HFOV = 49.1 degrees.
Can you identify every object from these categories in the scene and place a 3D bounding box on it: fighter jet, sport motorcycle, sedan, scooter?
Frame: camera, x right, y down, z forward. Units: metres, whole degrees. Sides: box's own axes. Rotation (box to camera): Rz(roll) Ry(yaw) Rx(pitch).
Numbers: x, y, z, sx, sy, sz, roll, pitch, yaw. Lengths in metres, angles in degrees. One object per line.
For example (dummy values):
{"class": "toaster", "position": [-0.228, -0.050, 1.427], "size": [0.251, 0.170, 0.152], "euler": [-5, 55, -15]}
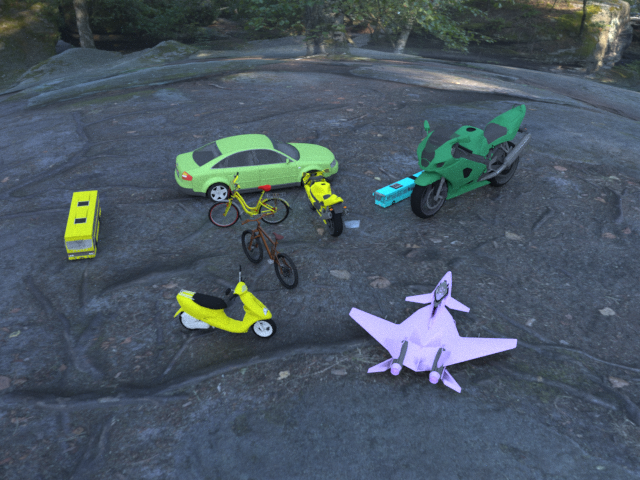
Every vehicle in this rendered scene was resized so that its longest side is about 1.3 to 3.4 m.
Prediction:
{"class": "fighter jet", "position": [1.544, 0.942, 9.435], "size": [2.229, 0.557, 2.640], "euler": [10, 31, 16]}
{"class": "sport motorcycle", "position": [0.065, -0.669, 12.011], "size": [0.506, 0.821, 1.520], "euler": [-11, 31, -18]}
{"class": "sedan", "position": [-1.182, -1.484, 13.328], "size": [3.137, 0.940, 1.235], "euler": [-9, 31, -15]}
{"class": "sport motorcycle", "position": [2.697, -1.445, 12.594], "size": [2.955, 1.596, 0.983], "euler": [-23, 37, -35]}
{"class": "scooter", "position": [-1.264, 0.861, 9.212], "size": [1.399, 0.919, 0.662], "euler": [5, 30, 9]}

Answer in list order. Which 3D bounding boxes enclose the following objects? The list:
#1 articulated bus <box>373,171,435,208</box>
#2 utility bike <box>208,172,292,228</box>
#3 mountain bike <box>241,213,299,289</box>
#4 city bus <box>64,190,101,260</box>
{"class": "articulated bus", "position": [1.703, -1.016, 13.162], "size": [1.749, 0.289, 0.311], "euler": [-25, 38, -36]}
{"class": "utility bike", "position": [-1.175, -0.618, 11.794], "size": [1.435, 0.946, 0.535], "euler": [-4, 30, -7]}
{"class": "mountain bike", "position": [-0.775, 0.146, 10.524], "size": [0.573, 0.868, 1.469], "euler": [-21, 36, -32]}
{"class": "city bus", "position": [-3.926, -0.258, 11.651], "size": [0.476, 0.460, 1.674], "euler": [-6, 30, -11]}
